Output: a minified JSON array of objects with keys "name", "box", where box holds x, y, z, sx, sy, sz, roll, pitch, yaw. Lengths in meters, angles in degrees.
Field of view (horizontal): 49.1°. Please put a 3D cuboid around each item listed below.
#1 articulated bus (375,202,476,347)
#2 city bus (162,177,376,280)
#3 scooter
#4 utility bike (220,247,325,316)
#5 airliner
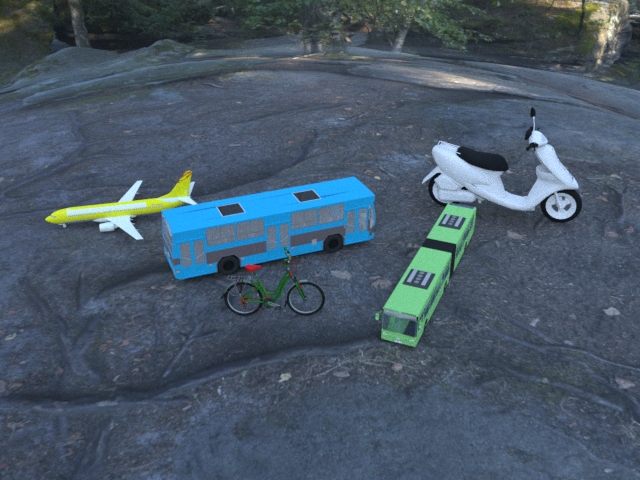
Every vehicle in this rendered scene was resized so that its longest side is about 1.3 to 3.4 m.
[{"name":"articulated bus","box":[1.665,0.385,10.272,0.605,0.561,3.401,12,32,20]},{"name":"city bus","box":[-0.761,-0.187,10.944,3.255,0.894,0.926,-12,32,-20]},{"name":"scooter","box":[3.132,-1.251,11.917,2.721,1.786,1.288,9,31,16]},{"name":"utility bike","box":[-0.645,0.595,9.510,1.435,0.946,0.535,0,30,0]},{"name":"airliner","box":[-3.374,-0.684,11.882,2.541,0.835,2.257,-6,30,-11]}]
